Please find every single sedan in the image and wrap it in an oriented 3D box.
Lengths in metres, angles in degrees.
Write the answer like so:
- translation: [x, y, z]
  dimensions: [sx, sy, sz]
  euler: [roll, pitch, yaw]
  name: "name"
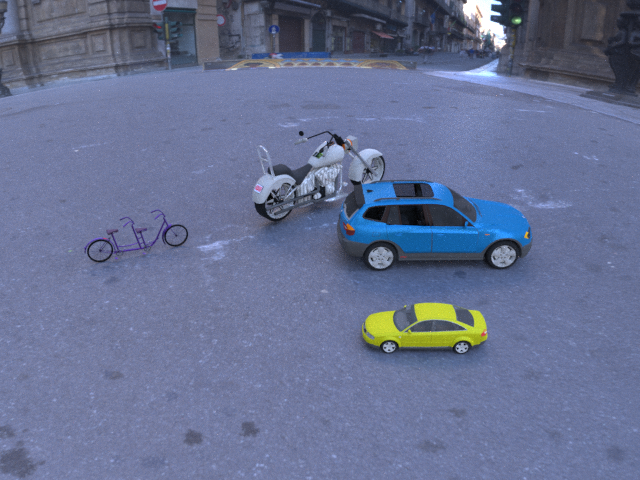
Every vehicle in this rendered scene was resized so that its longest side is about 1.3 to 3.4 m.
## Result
- translation: [1.351, 1.104, 9.068]
  dimensions: [1.613, 0.483, 0.635]
  euler: [0, 28, 0]
  name: "sedan"

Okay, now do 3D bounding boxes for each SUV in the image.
- translation: [1.795, -0.300, 11.041]
  dimensions: [3.058, 1.128, 1.276]
  euler: [-1, 28, -1]
  name: "SUV"

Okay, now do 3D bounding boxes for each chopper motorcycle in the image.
- translation: [0.058, -1.302, 12.566]
  dimensions: [3.040, 1.480, 0.906]
  euler: [-22, 35, -36]
  name: "chopper motorcycle"

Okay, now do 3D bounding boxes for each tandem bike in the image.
- translation: [-2.903, -0.073, 11.088]
  dimensions: [1.642, 0.682, 0.283]
  euler: [-12, 30, -22]
  name: "tandem bike"
